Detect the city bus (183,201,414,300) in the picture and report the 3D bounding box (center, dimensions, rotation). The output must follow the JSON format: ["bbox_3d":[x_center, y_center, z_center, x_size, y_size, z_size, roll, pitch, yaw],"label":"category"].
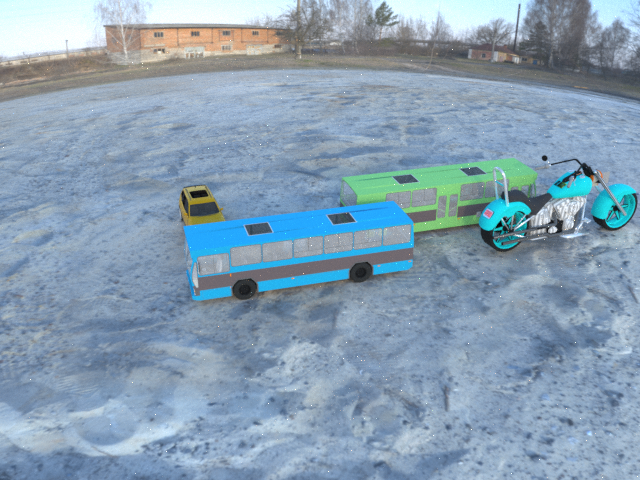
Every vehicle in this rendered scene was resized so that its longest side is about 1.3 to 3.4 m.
[{"bbox_3d":[-0.294,0.162,10.191,3.255,0.894,0.926,-8,28,-14],"label":"city bus"}]

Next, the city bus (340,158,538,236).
[{"bbox_3d":[2.000,-0.681,11.826,3.255,0.894,0.926,-8,28,-15],"label":"city bus"}]

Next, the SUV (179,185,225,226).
[{"bbox_3d":[-1.971,-0.448,11.717,0.656,0.580,1.572,-9,29,-17],"label":"SUV"}]

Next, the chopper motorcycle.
[{"bbox_3d":[3.886,-0.655,11.137,3.040,1.480,0.906,-11,29,-21],"label":"chopper motorcycle"}]
